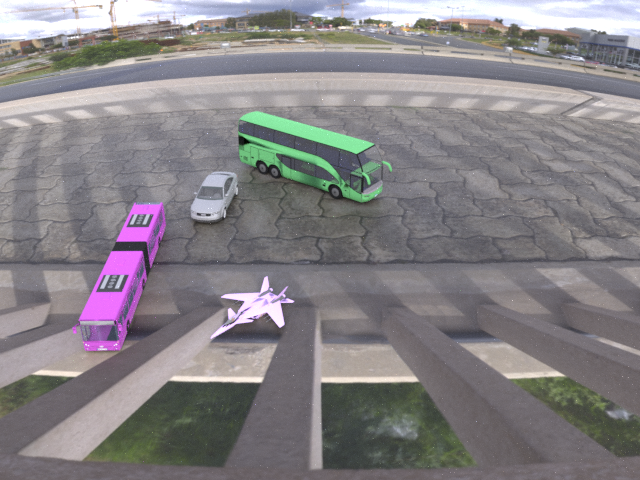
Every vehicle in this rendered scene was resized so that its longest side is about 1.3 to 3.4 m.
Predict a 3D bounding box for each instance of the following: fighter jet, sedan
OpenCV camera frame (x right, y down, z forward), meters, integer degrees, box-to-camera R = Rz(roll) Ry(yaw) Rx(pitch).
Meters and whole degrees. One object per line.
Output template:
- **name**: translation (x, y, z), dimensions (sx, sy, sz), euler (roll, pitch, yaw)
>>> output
- **fighter jet**: translation (-1.021, 0.965, 9.686), dimensions (1.147, 0.286, 1.358), euler (22, 36, 33)
- **sedan**: translation (-1.898, -0.836, 12.624), dimensions (0.635, 0.483, 1.613), euler (3, 30, 6)

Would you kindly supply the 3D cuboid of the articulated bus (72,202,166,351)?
- **articulated bus**: translation (-2.843, 0.409, 10.378), dimensions (0.605, 0.561, 3.401), euler (0, 30, -1)

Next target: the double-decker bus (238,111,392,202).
- **double-decker bus**: translation (-0.196, -1.602, 13.389), dimensions (3.251, 1.052, 0.756), euler (21, 36, 32)
